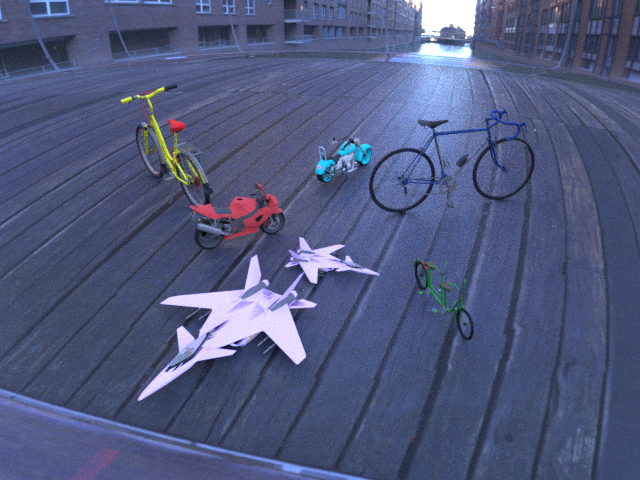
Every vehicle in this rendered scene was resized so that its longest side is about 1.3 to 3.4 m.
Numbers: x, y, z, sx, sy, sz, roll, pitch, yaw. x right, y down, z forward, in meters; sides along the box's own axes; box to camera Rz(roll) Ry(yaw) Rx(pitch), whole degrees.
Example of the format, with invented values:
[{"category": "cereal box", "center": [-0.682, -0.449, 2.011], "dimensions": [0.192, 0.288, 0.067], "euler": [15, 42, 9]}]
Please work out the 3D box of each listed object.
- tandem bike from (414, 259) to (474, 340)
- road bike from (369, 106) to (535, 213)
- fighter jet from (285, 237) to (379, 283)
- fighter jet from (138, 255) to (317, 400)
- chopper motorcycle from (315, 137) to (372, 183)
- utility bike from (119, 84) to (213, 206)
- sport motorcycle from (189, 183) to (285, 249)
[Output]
[{"category": "tandem bike", "center": [1.603, 0.640, 9.156], "dimensions": [0.283, 0.682, 1.642], "euler": [-10, 31, -16]}, {"category": "road bike", "center": [2.250, -1.309, 11.626], "dimensions": [3.004, 1.656, 0.696], "euler": [-8, 30, -13]}, {"category": "fighter jet", "center": [0.224, 0.296, 10.169], "dimensions": [1.358, 0.286, 1.147], "euler": [11, 31, 19]}, {"category": "fighter jet", "center": [-1.248, 1.068, 8.522], "dimensions": [2.229, 0.557, 2.640], "euler": [18, 34, 29]}, {"category": "chopper motorcycle", "center": [0.467, -1.579, 13.019], "dimensions": [0.466, 0.761, 1.563], "euler": [22, 36, 34]}, {"category": "utility bike", "center": [-2.665, -1.589, 11.939], "dimensions": [1.039, 1.839, 2.791], "euler": [-20, 35, -32]}, {"category": "sport motorcycle", "center": [-1.245, -0.345, 10.764], "dimensions": [1.520, 0.821, 0.506], "euler": [-14, 32, -23]}]
